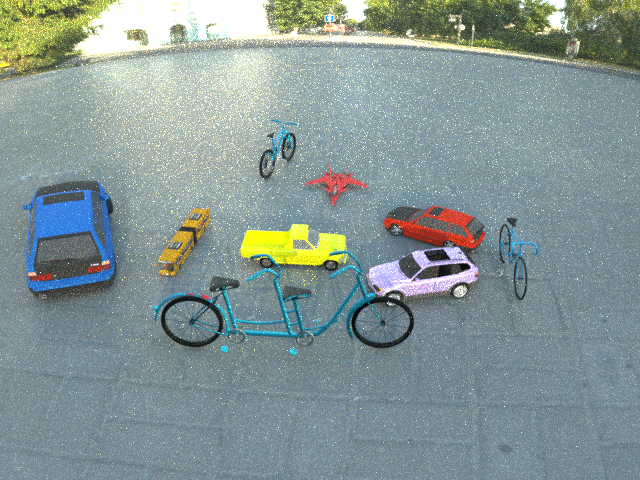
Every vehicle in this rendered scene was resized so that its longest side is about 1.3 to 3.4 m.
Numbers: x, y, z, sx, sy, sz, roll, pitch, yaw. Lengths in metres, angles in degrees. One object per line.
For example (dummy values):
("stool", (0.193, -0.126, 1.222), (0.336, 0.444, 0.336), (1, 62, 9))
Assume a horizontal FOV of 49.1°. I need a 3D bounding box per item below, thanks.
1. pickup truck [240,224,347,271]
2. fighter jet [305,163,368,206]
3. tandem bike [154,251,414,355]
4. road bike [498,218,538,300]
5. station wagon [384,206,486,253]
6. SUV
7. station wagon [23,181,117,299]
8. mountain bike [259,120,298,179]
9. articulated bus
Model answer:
("pickup truck", (-0.387, 0.071, 10.525), (1.603, 0.511, 0.640), (2, 30, 4))
("fighter jet", (0.287, -1.004, 12.613), (1.147, 0.286, 1.358), (3, 30, 5))
("tandem bike", (-0.440, 0.776, 8.484), (3.192, 1.326, 0.550), (0, 30, 1))
("road bike", (2.760, 0.183, 9.989), (0.358, 0.852, 1.545), (0, 30, 0))
("station wagon", (1.802, -0.259, 11.134), (1.597, 0.473, 0.682), (17, 34, 27))
("SUV", (1.430, 0.466, 9.768), (1.572, 0.580, 0.656), (-6, 31, -10))
("station wagon", (-3.833, -0.269, 10.703), (1.327, 0.920, 3.105), (-9, 31, -15))
("mountain bike", (-0.792, -1.757, 13.337), (0.573, 0.868, 1.469), (13, 32, 21))
("articulated bus", (-2.092, -0.007, 10.882), (0.311, 0.289, 1.749), (5, 30, 8))
